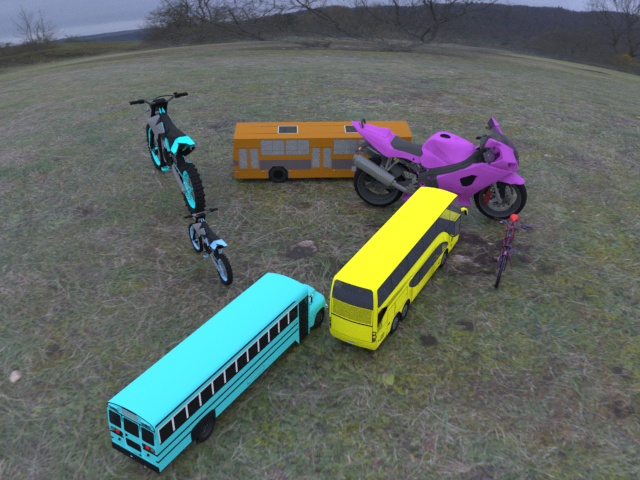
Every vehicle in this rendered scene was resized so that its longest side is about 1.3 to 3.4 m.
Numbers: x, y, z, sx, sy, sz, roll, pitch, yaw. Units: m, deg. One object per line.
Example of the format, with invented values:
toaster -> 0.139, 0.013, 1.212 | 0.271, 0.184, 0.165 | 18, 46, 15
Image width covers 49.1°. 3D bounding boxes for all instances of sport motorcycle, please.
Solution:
sport motorcycle -> 1.953, -1.172, 11.577 | 2.955, 1.596, 0.983 | 7, 32, 12

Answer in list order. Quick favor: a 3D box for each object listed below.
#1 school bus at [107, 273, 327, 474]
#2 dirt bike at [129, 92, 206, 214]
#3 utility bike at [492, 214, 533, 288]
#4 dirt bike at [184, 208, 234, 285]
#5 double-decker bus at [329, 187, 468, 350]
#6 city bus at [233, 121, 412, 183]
school bus -> -1.002, 1.300, 8.189 | 0.709, 0.844, 3.322 | 18, 35, 27
dirt bike -> -2.629, -1.628, 12.269 | 1.024, 1.666, 2.903 | -15, 34, -24
utility bike -> 2.770, 0.046, 10.180 | 0.535, 0.946, 1.435 | 11, 33, 17
dirt bike -> -1.646, 0.031, 10.292 | 0.527, 0.857, 1.493 | -17, 35, -27
double-decker bus -> 1.162, 0.246, 9.744 | 0.756, 1.052, 3.251 | 16, 34, 25
city bus -> 0.039, -1.645, 13.048 | 3.255, 0.894, 0.926 | -1, 31, -1
